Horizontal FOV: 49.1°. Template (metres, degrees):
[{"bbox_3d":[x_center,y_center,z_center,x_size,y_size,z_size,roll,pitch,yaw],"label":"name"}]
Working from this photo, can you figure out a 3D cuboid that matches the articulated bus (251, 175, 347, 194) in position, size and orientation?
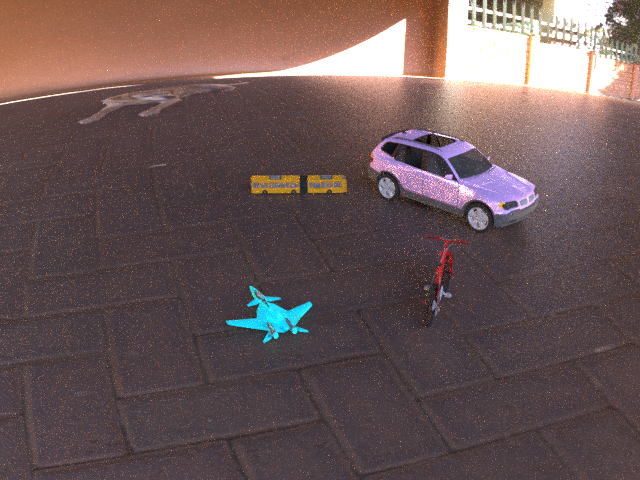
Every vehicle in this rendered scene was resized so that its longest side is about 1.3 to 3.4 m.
[{"bbox_3d":[-0.395,-1.015,12.763,1.749,0.289,0.311,0,26,-1],"label":"articulated bus"}]

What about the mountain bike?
[{"bbox_3d":[1.554,0.484,9.044,0.573,0.868,1.469,10,28,19],"label":"mountain bike"}]

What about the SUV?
[{"bbox_3d":[2.229,-1.120,12.023,3.058,1.128,1.276,23,34,39],"label":"SUV"}]

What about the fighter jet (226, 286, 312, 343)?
[{"bbox_3d":[-0.681,0.826,9.006,1.147,0.286,1.358,-11,28,-22],"label":"fighter jet"}]
